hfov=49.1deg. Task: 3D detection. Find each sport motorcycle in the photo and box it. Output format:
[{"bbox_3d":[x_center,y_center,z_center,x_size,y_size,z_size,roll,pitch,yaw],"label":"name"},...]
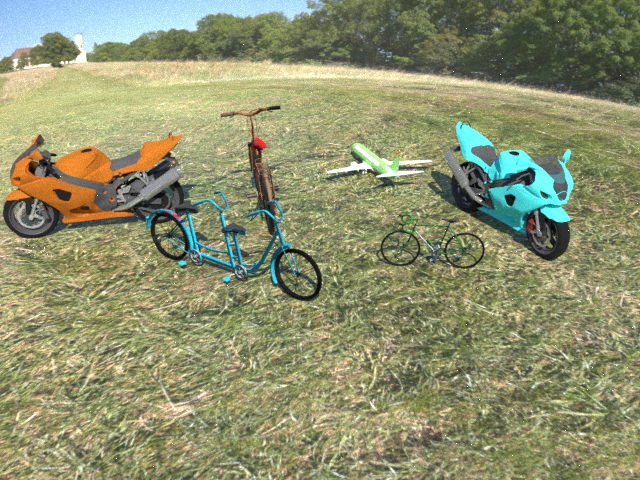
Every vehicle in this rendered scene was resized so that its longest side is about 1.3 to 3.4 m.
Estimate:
[{"bbox_3d":[-3.694,-0.912,11.528,2.955,1.596,0.983,-8,27,-17],"label":"sport motorcycle"},{"bbox_3d":[3.063,-0.876,11.453,0.983,1.596,2.955,-11,28,-22],"label":"sport motorcycle"}]

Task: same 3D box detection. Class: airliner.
[{"bbox_3d":[1.119,-1.752,14.178,2.257,0.835,2.541,-8,27,-16],"label":"airliner"}]

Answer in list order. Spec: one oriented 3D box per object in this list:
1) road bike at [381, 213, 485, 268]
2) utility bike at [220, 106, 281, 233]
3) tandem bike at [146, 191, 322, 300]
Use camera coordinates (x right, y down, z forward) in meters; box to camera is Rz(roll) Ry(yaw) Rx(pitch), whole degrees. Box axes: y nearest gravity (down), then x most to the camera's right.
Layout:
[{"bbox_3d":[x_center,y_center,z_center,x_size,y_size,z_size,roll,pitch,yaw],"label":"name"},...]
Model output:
[{"bbox_3d":[1.681,0.027,10.422,1.545,0.852,0.358,2,26,4],"label":"road bike"},{"bbox_3d":[-1.121,-1.304,12.069,1.039,1.839,2.791,-5,26,-10],"label":"utility bike"},{"bbox_3d":[-1.326,-0.046,10.024,3.192,1.326,0.550,15,29,29],"label":"tandem bike"}]
